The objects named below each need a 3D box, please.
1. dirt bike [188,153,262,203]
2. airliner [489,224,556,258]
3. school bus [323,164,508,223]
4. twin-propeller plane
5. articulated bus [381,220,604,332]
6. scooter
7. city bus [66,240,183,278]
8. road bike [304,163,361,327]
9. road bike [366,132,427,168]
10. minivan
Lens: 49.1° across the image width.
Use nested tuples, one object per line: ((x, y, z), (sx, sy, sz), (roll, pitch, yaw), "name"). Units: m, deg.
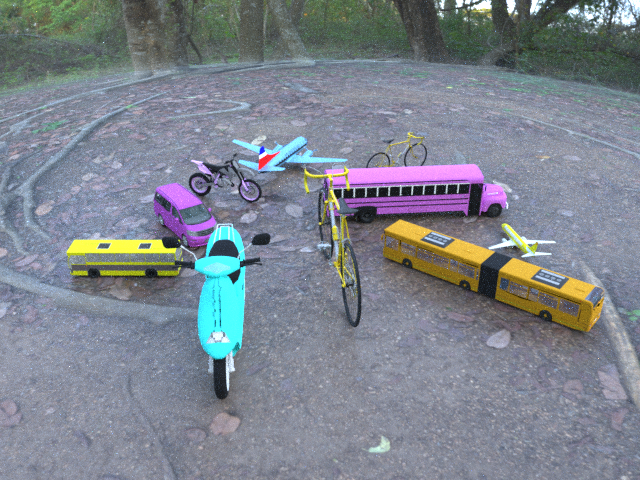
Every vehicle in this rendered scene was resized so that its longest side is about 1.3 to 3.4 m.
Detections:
((-1.790, -1.158, 13.090), (1.493, 0.857, 0.527), (9, 30, 15), "dirt bike")
((3.286, -0.066, 11.546), (1.161, 0.429, 1.307), (-5, 29, -9), "airliner")
((1.729, -0.859, 12.559), (3.322, 0.844, 0.709), (-3, 29, -5), "school bus")
((-0.747, -1.839, 14.397), (2.663, 0.792, 2.129), (13, 31, 22), "twin-propeller plane")
((2.440, 0.464, 10.444), (3.401, 0.561, 0.605), (21, 35, 33), "articulated bus")
((-1.252, 0.574, 8.972), (1.288, 1.786, 2.721), (-2, 29, -4), "scooter")
((-3.010, 0.292, 10.862), (1.674, 0.460, 0.476), (0, 29, 0), "city bus")
((0.253, -0.042, 10.229), (0.696, 1.656, 3.004), (-5, 29, -9), "road bike")
((1.557, -1.690, 14.062), (1.545, 0.852, 0.358), (-17, 33, -28), "road bike")
((-2.304, -0.437, 12.027), (0.681, 0.616, 1.548), (-19, 34, -31), "minivan")
